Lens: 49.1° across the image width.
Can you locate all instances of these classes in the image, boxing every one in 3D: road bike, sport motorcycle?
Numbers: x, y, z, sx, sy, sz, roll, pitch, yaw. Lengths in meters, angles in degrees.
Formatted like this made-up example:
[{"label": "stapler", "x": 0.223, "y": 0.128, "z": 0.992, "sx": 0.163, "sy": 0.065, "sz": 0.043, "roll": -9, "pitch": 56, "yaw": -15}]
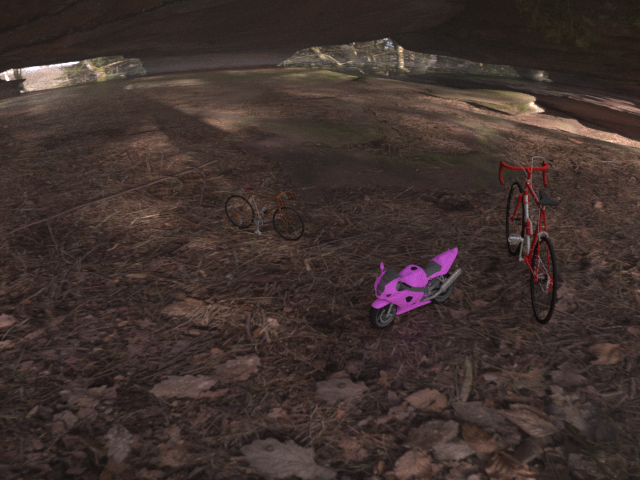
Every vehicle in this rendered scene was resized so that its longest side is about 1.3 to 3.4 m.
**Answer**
[{"label": "road bike", "x": 2.968, "y": -0.119, "z": 9.871, "sx": 0.696, "sy": 1.656, "sz": 3.004, "roll": 1, "pitch": 28, "yaw": 3}, {"label": "sport motorcycle", "x": 1.259, "y": 0.633, "z": 9.333, "sx": 1.520, "sy": 0.821, "sz": 0.506, "roll": -19, "pitch": 33, "yaw": -32}, {"label": "road bike", "x": -0.926, "y": -0.478, "z": 11.431, "sx": 1.545, "sy": 0.852, "sz": 0.358, "roll": 14, "pitch": 31, "yaw": 25}]
